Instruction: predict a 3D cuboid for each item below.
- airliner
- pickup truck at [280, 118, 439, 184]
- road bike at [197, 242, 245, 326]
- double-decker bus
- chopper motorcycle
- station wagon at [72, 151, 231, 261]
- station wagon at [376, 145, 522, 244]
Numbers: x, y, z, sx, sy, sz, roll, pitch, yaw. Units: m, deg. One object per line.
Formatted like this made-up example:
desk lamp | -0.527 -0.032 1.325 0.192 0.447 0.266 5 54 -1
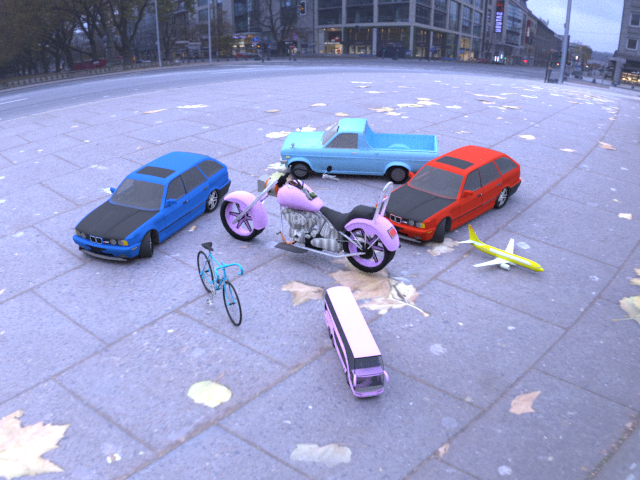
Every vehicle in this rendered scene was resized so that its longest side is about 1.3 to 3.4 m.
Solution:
airliner | 2.741 0.143 10.435 1.307 0.429 1.161 22 34 36
pickup truck | 0.779 -1.795 13.631 3.117 0.993 1.244 3 27 6
road bike | -1.353 0.512 9.242 0.358 0.852 1.545 -14 30 -26
double-decker bus | 0.384 1.184 8.261 0.389 0.541 1.672 -5 27 -10
chopper motorcycle | -0.229 -0.433 10.409 3.040 1.480 0.906 15 31 27
station wagon | -2.698 -0.680 11.514 1.327 0.920 3.105 11 29 21
station wagon | 2.213 -0.882 11.912 1.327 0.920 3.105 23 35 38
